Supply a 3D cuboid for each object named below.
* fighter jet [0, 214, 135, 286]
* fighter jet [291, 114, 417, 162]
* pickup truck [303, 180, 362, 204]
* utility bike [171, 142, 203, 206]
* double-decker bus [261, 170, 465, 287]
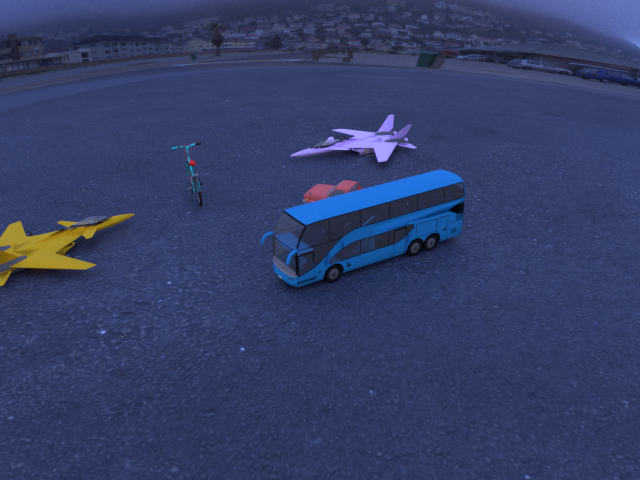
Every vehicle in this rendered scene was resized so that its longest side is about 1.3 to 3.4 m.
[{"bbox_3d":[-3.972,-0.136,10.743,2.229,0.557,2.640,22,34,36],"label":"fighter jet"},{"bbox_3d":[0.603,-2.099,14.624,2.640,0.557,2.229,-11,29,-21],"label":"fighter jet"},{"bbox_3d":[0.520,-0.701,11.911,1.603,0.511,0.640,12,29,23],"label":"pickup truck"},{"bbox_3d":[-2.303,-1.199,12.415,0.535,0.946,1.435,-8,28,-16],"label":"utility bike"},{"bbox_3d":[0.735,-0.196,10.314,3.251,1.052,0.756,-16,31,-29],"label":"double-decker bus"}]
